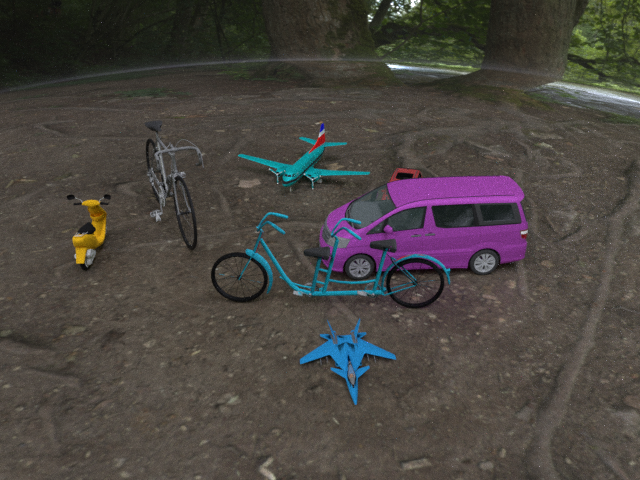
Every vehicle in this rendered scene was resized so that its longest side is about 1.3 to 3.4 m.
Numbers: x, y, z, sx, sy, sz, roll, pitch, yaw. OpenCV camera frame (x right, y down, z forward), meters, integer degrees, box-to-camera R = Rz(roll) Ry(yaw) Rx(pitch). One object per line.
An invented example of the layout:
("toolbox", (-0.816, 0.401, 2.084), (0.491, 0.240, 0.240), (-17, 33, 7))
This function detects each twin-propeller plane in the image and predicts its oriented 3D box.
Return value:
("twin-propeller plane", (-0.267, -1.568, 13.322), (2.663, 0.792, 2.129), (10, 29, 18))

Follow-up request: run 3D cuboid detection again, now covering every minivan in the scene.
("minivan", (1.497, -0.238, 10.367), (3.011, 1.197, 1.324), (-2, 28, -4))

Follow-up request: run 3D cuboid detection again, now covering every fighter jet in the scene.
("fighter jet", (0.342, 1.411, 8.219), (1.147, 0.286, 1.358), (-2, 28, -4))

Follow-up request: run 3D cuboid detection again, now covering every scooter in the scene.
("scooter", (-3.473, -0.201, 10.595), (0.662, 0.919, 1.399), (-1, 28, -1))

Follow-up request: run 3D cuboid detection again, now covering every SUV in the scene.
("SUV", (1.409, -0.775, 12.045), (0.656, 0.580, 1.572), (7, 29, 14))

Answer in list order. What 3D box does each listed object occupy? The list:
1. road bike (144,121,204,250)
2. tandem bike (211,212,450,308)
("road bike", (-2.473, -1.022, 11.361), (0.696, 1.656, 3.004), (-13, 30, -22))
("tandem bike", (0.126, 0.303, 9.205), (3.192, 1.326, 0.550), (2, 28, 3))
